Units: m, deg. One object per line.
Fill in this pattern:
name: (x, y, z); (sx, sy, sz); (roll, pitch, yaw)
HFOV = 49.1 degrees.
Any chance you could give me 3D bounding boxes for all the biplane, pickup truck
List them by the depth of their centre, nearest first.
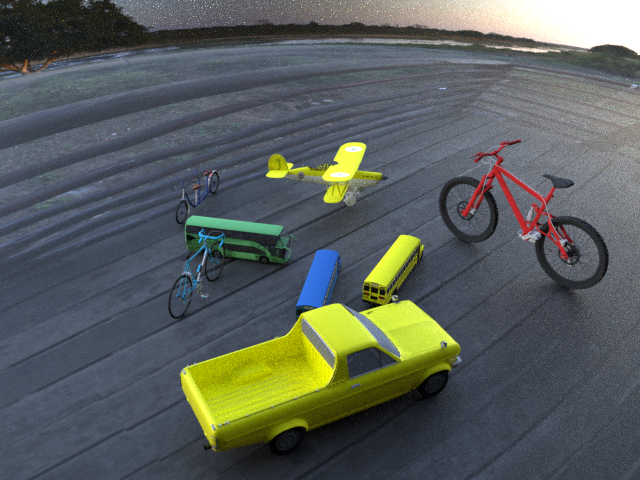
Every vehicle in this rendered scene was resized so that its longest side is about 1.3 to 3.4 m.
pickup truck: (0.060, 1.386, 7.834); (3.117, 0.993, 1.244); (-15, 33, -24)
biplane: (0.142, -1.150, 12.204); (2.120, 0.981, 2.598); (5, 31, 9)

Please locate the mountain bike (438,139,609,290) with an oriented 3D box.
mountain bike: (2.915, -0.406, 10.223); (1.114, 1.688, 2.857); (-25, 38, -36)

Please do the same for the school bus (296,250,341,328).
school bus: (0.008, 0.609, 9.725); (0.365, 0.434, 1.708); (5, 31, 9)

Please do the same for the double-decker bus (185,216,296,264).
double-decker bus: (-1.223, 0.001, 10.663); (1.672, 0.541, 0.389); (7, 31, 12)

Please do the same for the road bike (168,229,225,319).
road bike: (-1.682, 0.424, 9.628); (0.358, 0.852, 1.545); (11, 32, 18)

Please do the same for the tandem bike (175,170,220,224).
tandem bike: (-2.088, -0.870, 12.020); (0.283, 0.682, 1.642); (10, 32, 16)

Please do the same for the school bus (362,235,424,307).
school bus: (1.101, 0.381, 10.116); (0.365, 0.434, 1.708); (14, 33, 22)
